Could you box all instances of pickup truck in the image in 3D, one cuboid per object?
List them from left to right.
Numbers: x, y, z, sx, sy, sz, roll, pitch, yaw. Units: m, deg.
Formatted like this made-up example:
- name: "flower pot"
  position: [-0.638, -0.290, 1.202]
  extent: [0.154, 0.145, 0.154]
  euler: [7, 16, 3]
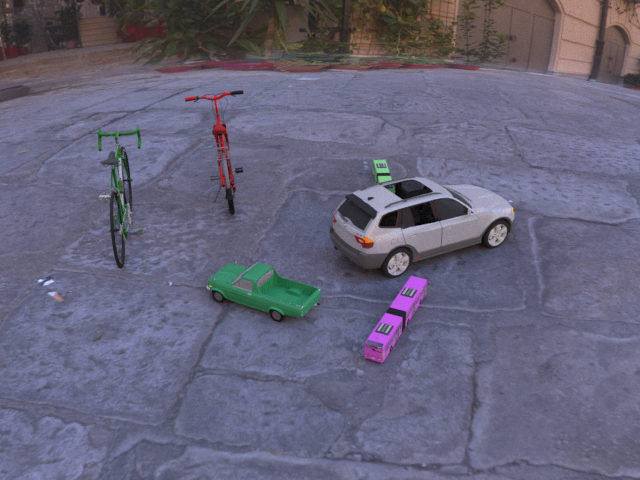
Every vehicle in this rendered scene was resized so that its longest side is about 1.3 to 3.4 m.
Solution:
- name: "pickup truck"
  position: [-0.789, 0.660, 9.695]
  extent: [1.603, 0.511, 0.640]
  euler: [15, 32, 25]

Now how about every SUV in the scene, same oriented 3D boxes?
- name: "SUV"
  position: [1.649, -0.385, 10.948]
  extent: [3.058, 1.128, 1.276]
  euler: [-15, 32, -24]

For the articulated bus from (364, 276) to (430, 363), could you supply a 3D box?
- name: "articulated bus"
  position: [1.035, 1.014, 9.285]
  extent: [0.311, 0.289, 1.749]
  euler: [13, 31, 22]

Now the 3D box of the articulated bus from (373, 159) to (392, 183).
- name: "articulated bus"
  position: [1.193, -1.062, 13.042]
  extent: [0.311, 0.289, 1.749]
  euler: [-1, 29, -2]

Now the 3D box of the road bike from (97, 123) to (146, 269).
- name: "road bike"
  position: [-3.190, -0.806, 11.165]
  extent: [0.696, 1.656, 3.004]
  euler: [-5, 29, -9]

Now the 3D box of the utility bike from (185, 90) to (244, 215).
- name: "utility bike"
  position: [-1.815, -1.654, 12.511]
  extent: [1.039, 1.839, 2.791]
  euler: [-5, 29, -8]
